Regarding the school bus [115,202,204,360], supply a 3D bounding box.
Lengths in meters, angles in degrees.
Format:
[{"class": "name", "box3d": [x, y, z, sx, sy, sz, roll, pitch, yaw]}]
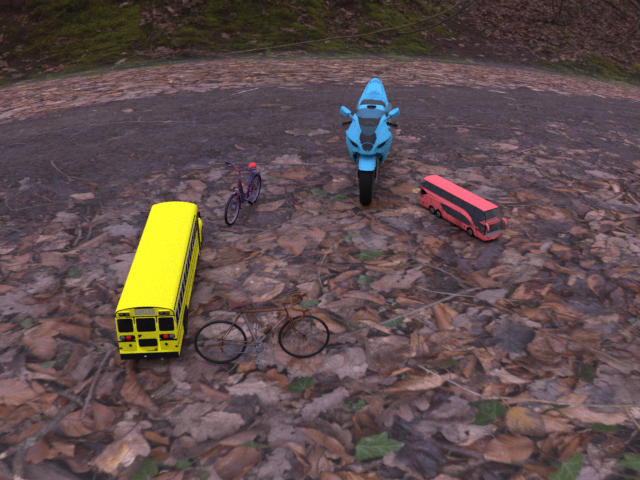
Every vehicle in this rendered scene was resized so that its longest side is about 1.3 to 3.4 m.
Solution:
[{"class": "school bus", "box3d": [-2.018, 0.339, 9.223, 0.709, 0.844, 3.322, -2, 28, -3]}]

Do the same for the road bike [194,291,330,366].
[{"class": "road bike", "box3d": [-0.655, 1.023, 7.923, 1.545, 0.852, 0.358, -3, 28, -6]}]

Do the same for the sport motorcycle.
[{"class": "sport motorcycle", "box3d": [0.904, -1.823, 12.503, 0.983, 1.596, 2.955, 3, 28, 6]}]

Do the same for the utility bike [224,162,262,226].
[{"class": "utility bike", "box3d": [-1.190, -0.857, 11.372, 0.535, 0.946, 1.435, 9, 29, 17]}]

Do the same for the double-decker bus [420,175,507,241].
[{"class": "double-decker bus", "box3d": [2.240, -0.513, 11.155, 0.389, 0.541, 1.672, -16, 32, -27]}]
